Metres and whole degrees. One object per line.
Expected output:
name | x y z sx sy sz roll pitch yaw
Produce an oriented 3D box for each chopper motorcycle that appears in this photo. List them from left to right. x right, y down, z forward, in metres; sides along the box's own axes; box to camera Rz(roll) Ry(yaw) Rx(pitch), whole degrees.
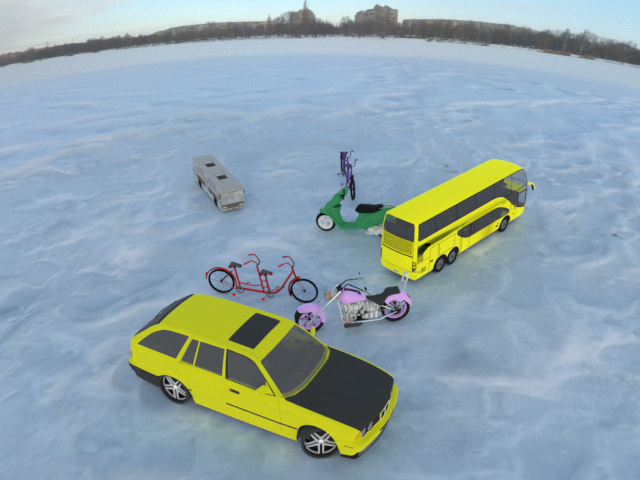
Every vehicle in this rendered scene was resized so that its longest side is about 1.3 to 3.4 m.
chopper motorcycle | 0.441 0.805 9.147 1.563 0.761 0.466 -5 29 -9

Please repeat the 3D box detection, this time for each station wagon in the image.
station wagon | -0.657 1.400 7.911 3.105 0.920 1.327 14 32 24

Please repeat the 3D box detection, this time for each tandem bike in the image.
tandem bike | -0.825 0.518 9.746 1.642 0.682 0.283 6 30 11
tandem bike | 0.516 -1.336 13.085 0.283 0.682 1.642 -3 29 -6

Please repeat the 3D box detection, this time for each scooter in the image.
scooter | 0.609 -0.498 11.331 1.399 0.919 0.662 7 30 13

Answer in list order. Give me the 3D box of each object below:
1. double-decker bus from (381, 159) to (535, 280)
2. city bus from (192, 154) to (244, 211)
double-decker bus | 2.224 -0.415 11.044 0.756 1.052 3.251 25 38 38
city bus | -1.879 -1.045 12.790 0.476 0.460 1.674 -14 32 -23
